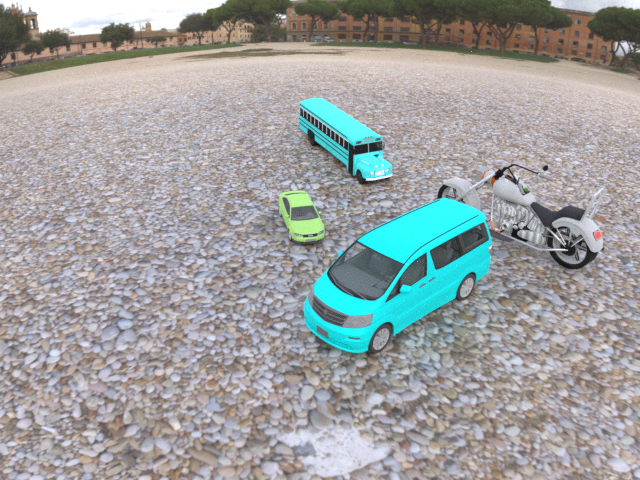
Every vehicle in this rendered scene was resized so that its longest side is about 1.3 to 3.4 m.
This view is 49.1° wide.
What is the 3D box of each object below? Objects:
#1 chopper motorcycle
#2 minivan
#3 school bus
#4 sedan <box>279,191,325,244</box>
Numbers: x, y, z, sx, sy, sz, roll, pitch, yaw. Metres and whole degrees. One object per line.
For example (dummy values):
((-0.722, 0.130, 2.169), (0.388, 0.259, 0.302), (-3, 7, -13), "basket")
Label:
((3.188, -0.590, 11.388), (0.906, 1.480, 3.040), (-23, 36, -35), "chopper motorcycle")
((1.135, 0.430, 9.829), (3.011, 1.197, 1.324), (-24, 37, -36), "minivan")
((0.498, -2.153, 14.883), (0.709, 0.844, 3.322), (-13, 31, -22), "school bus")
((-0.332, -0.459, 12.181), (0.635, 0.483, 1.613), (-6, 29, -11), "sedan")
